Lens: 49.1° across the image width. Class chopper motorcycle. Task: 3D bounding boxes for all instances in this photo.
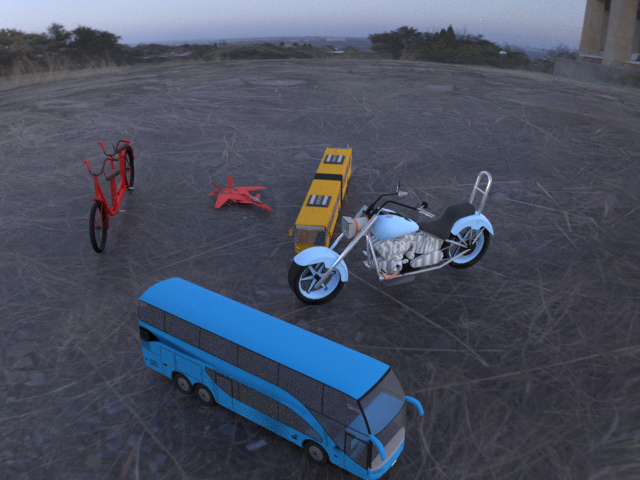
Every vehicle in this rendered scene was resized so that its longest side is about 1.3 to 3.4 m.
[{"bbox_3d":[1.022,-0.043,9.478,3.040,1.480,0.906,-11,30,-19],"label":"chopper motorcycle"}]

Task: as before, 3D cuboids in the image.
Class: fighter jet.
[{"bbox_3d":[-1.295,-0.780,12.149,1.358,0.286,1.147,23,35,36],"label":"fighter jet"}]

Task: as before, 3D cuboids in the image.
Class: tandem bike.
[{"bbox_3d":[-3.378,-0.984,11.423,0.550,1.326,3.192,-1,28,-3],"label":"tandem bike"}]

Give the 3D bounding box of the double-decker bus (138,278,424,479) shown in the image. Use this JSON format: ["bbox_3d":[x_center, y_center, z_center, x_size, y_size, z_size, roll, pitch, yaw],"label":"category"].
[{"bbox_3d":[-0.549,1.372,7.258,3.251,1.052,0.756,18,33,31],"label":"double-decker bus"}]

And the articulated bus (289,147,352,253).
[{"bbox_3d":[0.104,-0.757,11.811,0.605,0.561,3.401,4,28,8],"label":"articulated bus"}]
